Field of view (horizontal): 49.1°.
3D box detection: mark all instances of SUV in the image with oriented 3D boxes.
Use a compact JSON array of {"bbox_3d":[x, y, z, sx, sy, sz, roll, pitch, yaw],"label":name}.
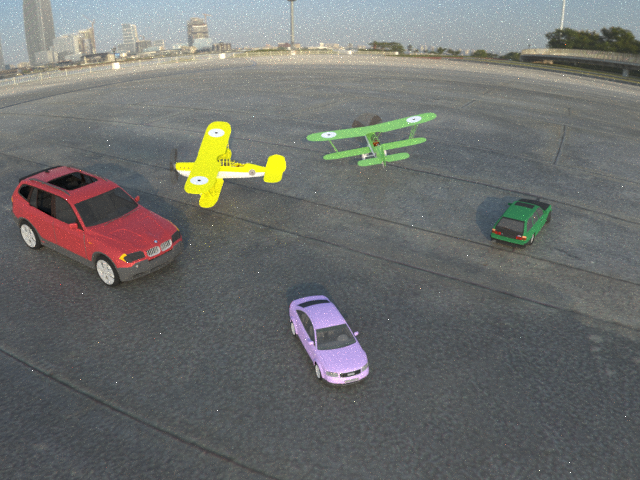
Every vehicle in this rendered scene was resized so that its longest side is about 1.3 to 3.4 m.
[{"bbox_3d":[-3.456,-0.322,10.662,3.058,1.128,1.276,19,33,32],"label":"SUV"}]

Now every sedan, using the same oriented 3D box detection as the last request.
[{"bbox_3d":[0.089,1.150,8.514,0.635,0.483,1.613,-9,29,-17],"label":"sedan"}]

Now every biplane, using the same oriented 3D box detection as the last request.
[{"bbox_3d":[1.058,-1.864,13.808,2.598,0.981,2.120,-3,27,-5],"label":"biplane"},{"bbox_3d":[-1.672,-1.269,12.656,2.120,0.981,2.598,1,27,2],"label":"biplane"}]

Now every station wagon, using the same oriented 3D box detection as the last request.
[{"bbox_3d":[3.336,-0.374,11.475,0.682,0.473,1.597,16,31,28],"label":"station wagon"}]
